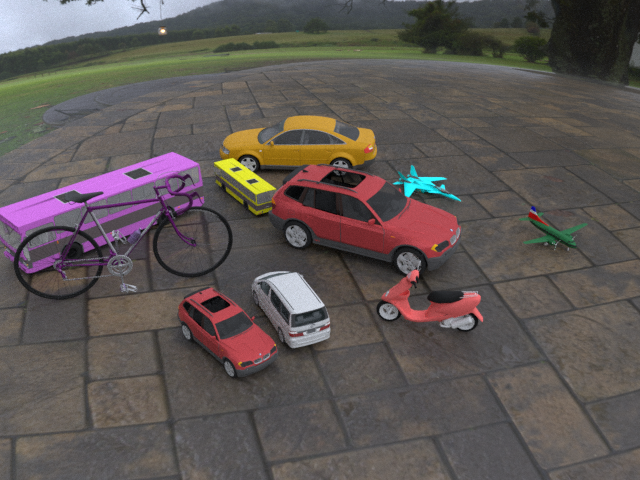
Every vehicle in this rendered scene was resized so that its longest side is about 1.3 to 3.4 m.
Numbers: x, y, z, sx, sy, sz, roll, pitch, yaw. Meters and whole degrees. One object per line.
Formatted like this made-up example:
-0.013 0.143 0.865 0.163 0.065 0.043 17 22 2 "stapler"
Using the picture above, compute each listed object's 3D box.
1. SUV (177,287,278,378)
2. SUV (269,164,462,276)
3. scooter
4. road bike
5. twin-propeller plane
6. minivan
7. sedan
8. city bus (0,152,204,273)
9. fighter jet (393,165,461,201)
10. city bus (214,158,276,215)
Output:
-1.192 1.116 8.817 0.656 0.580 1.572 -23 37 -35 "SUV"
0.686 -0.408 10.984 3.058 1.128 1.276 14 32 23 "SUV"
1.439 0.746 9.132 1.399 0.919 0.662 7 30 12 "scooter"
-2.711 -0.035 9.774 3.004 1.656 0.697 -9 31 -16 "road bike"
3.747 -0.177 11.310 1.370 0.407 1.095 -15 32 -25 "twin-propeller plane"
-0.422 0.804 9.338 0.681 0.616 1.548 -13 32 -21 "minivan"
-0.437 -1.933 13.908 3.137 0.940 1.235 2 29 4 "sedan"
-3.443 -0.488 11.367 0.926 0.894 3.255 25 38 38 "city bus"
2.056 -1.010 12.925 1.147 0.286 1.358 -25 38 -37 "fighter jet"
-1.365 -0.964 12.665 0.476 0.460 1.674 -18 34 -28 "city bus"
